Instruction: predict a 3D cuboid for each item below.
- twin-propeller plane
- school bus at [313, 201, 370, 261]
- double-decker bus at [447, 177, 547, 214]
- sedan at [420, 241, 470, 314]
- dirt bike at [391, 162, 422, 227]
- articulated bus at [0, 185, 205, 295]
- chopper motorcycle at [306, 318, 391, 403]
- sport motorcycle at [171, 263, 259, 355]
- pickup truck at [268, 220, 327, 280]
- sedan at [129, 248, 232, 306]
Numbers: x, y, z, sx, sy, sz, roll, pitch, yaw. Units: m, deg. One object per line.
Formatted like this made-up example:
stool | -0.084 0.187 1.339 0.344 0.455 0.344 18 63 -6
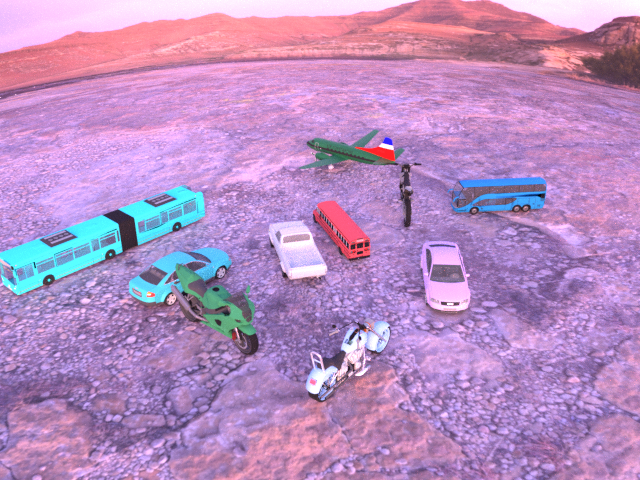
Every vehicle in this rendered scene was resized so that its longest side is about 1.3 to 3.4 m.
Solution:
twin-propeller plane | 0.579 -1.840 13.899 2.129 0.792 2.663 19 34 32
school bus | 0.307 -0.204 11.249 0.365 0.434 1.708 -10 30 -18
double-decker bus | 3.085 -0.778 12.198 1.672 0.541 0.389 -3 29 -5
sedan | 1.776 0.459 9.969 0.635 0.483 1.613 2 28 3
dirt bike | 1.467 -0.862 12.020 0.527 0.857 1.493 1 28 2
articulated bus | -3.278 -0.081 10.886 0.605 0.561 3.401 24 36 37
chopper motorcycle | 0.372 1.274 8.170 0.466 0.761 1.563 20 34 32
sport motorcycle | -1.317 0.869 8.857 1.520 0.821 0.506 24 37 37
pickup truck | -0.361 0.099 10.606 0.640 0.511 1.603 -7 29 -13
sedan | -1.969 0.438 10.009 0.635 0.483 1.613 22 36 35
